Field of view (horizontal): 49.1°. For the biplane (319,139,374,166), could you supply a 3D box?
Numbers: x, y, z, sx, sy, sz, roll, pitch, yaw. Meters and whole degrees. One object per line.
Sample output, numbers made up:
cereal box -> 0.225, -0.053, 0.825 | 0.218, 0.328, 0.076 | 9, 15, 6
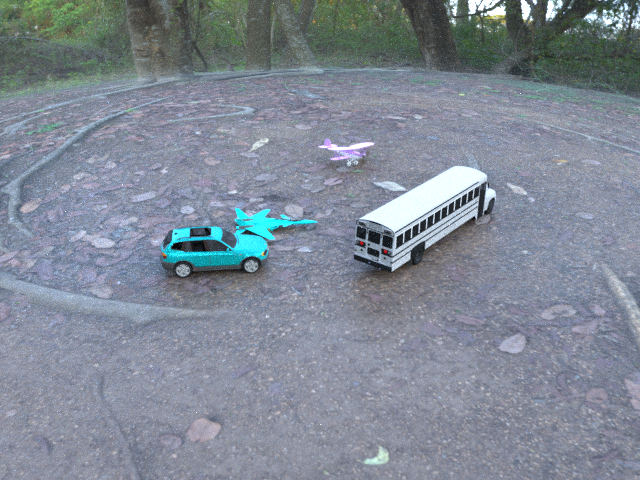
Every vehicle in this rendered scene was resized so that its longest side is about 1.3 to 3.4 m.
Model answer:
biplane -> 0.507, -1.782, 14.062 | 1.090, 0.504, 1.336 | 22, 34, 36

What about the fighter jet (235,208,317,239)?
fighter jet -> -0.713, -0.334, 11.402 | 1.358, 0.286, 1.147 | -3, 27, -7

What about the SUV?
SUV -> -1.527, 0.121, 10.160 | 1.572, 0.580, 0.656 | -3, 27, -7

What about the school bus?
school bus -> 1.783, -0.435, 10.979 | 0.709, 0.844, 3.322 | 20, 33, 34
